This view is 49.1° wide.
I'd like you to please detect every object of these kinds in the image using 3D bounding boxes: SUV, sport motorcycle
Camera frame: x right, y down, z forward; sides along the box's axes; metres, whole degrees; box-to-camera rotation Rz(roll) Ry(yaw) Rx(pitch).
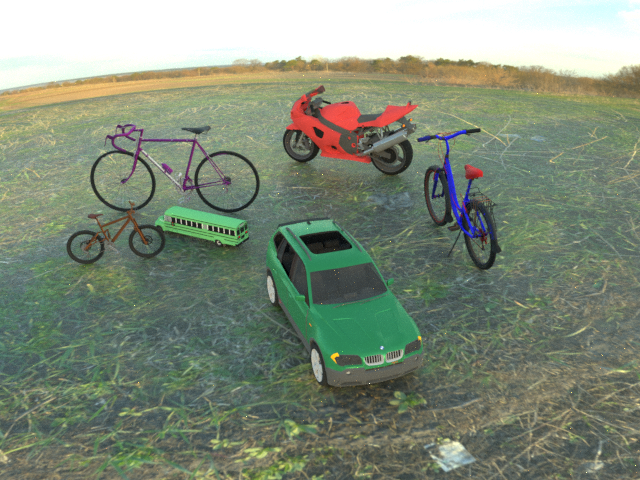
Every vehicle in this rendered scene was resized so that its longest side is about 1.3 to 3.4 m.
[{"bbox_3d":[0.192,0.650,8.822,1.276,1.128,3.058,-9,26,-18],"label":"SUV"},{"bbox_3d":[0.566,-2.244,14.472,2.955,1.596,0.983,10,27,21],"label":"sport motorcycle"}]

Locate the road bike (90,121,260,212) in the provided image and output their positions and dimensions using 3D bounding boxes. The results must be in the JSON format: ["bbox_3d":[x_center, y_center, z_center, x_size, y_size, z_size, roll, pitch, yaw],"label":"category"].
[{"bbox_3d":[-2.565,-1.252,12.275,3.004,1.656,0.696,0,25,1],"label":"road bike"}]

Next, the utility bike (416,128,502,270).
[{"bbox_3d":[2.090,-0.731,10.942,1.039,1.839,2.791,-6,26,-12],"label":"utility bike"}]

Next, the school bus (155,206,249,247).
[{"bbox_3d":[-1.988,-0.234,11.539,1.708,0.434,0.365,12,28,24],"label":"school bus"}]

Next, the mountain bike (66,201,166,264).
[{"bbox_3d":[-3.121,-0.074,10.683,1.469,0.868,0.573,-6,26,-12],"label":"mountain bike"}]
